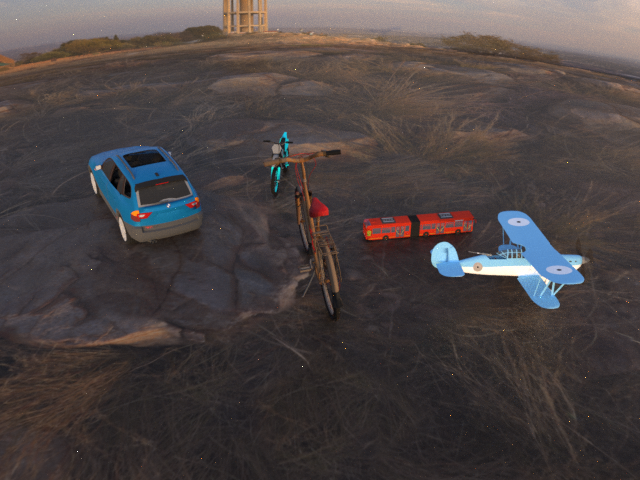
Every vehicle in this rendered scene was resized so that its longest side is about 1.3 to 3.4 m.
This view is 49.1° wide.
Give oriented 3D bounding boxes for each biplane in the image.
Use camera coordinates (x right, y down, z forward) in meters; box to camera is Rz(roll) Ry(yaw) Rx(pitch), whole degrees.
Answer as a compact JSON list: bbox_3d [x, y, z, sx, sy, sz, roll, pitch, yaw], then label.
[{"bbox_3d":[2.537,0.287,9.378,2.120,0.981,2.598,0,30,-1],"label":"biplane"}]

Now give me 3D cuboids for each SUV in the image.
[{"bbox_3d":[-2.908,-0.969,11.422,1.276,1.128,3.058,-15,33,-25],"label":"SUV"}]

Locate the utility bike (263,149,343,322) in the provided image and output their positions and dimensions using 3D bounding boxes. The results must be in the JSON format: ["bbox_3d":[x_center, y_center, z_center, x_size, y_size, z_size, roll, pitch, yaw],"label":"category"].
[{"bbox_3d":[-0.161,-0.186,9.339,1.039,1.839,2.791,-6,30,-10],"label":"utility bike"}]

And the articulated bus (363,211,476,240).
[{"bbox_3d":[1.555,-0.228,10.973,1.749,0.289,0.311,-5,30,-8],"label":"articulated bus"}]

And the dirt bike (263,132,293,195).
[{"bbox_3d":[-0.708,-1.434,12.507,0.527,0.857,1.493,4,30,6],"label":"dirt bike"}]
